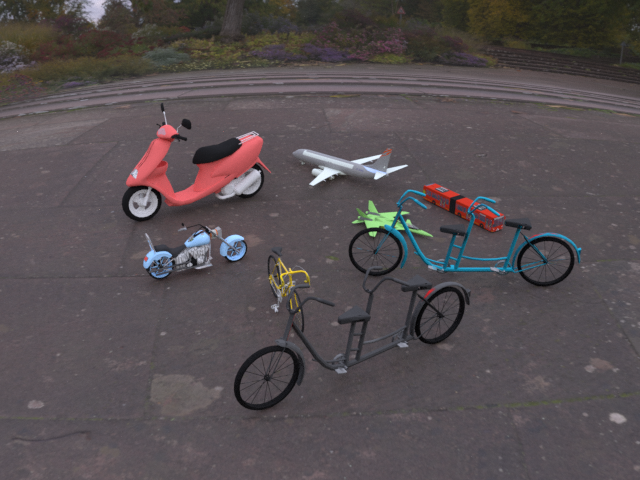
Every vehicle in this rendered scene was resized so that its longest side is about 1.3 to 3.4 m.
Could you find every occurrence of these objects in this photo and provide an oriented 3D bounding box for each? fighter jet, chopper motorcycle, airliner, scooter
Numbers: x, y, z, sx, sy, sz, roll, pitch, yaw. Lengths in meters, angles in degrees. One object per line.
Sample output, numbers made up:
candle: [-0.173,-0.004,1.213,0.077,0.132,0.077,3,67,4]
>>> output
fighter jet: [1.247,-0.306,11.462,1.358,0.286,1.147,17,31,31]
chopper motorcycle: [-1.787,0.098,10.104,1.563,0.761,0.466,-15,30,-28]
airliner: [0.383,-1.616,13.505,2.541,0.835,2.257,22,34,37]
scooter: [-2.100,-1.370,11.926,2.721,1.786,1.288,-15,30,-28]

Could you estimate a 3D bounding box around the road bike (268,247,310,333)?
road bike: [-0.459,0.578,9.025,0.358,0.852,1.545,-9,28,-18]

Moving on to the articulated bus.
articulated bus: [2.429,-0.576,12.010,0.311,0.289,1.749,-16,31,-30]

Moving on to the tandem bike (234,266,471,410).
tandem bike: [0.482,0.928,7.777,3.192,1.326,0.550,-15,30,-28]

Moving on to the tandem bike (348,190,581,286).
tandem bike: [1.988,-0.004,9.672,3.192,1.326,0.550,3,26,6]
